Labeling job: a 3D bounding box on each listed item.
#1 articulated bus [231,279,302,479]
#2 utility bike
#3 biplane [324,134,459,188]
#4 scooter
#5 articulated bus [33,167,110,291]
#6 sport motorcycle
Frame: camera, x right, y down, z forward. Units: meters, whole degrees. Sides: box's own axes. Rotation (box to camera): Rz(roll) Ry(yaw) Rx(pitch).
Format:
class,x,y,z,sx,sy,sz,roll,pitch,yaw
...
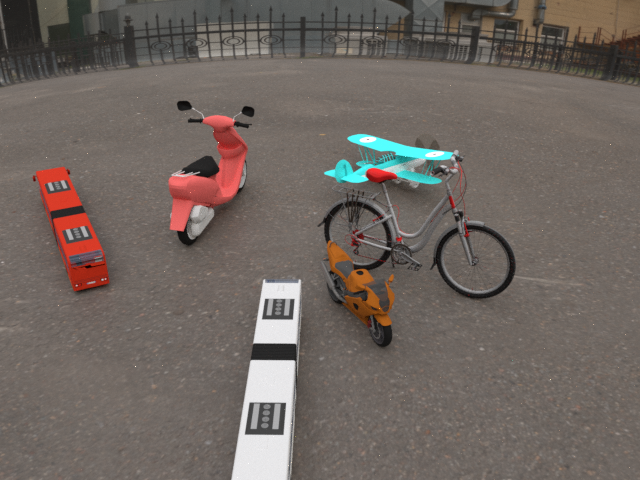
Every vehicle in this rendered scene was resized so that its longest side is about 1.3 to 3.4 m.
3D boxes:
class,x,y,z,sx,sy,sz,roll,pitch,yaw
articulated bus,-0.492,1.488,7.308,0.605,0.561,3.401,0,28,1
utility bike,1.263,-0.298,9.271,2.791,1.839,1.039,13,31,23
biplane,1.095,-1.279,11.992,2.120,0.981,2.598,-19,34,-31
scooter,-1.696,-1.172,10.947,1.288,1.786,2.721,7,29,13
articulated bus,-3.789,-0.272,10.568,0.605,0.561,3.401,-13,31,-23
sport motorcycle,0.466,0.647,8.592,0.506,0.821,1.520,-13,31,-23
